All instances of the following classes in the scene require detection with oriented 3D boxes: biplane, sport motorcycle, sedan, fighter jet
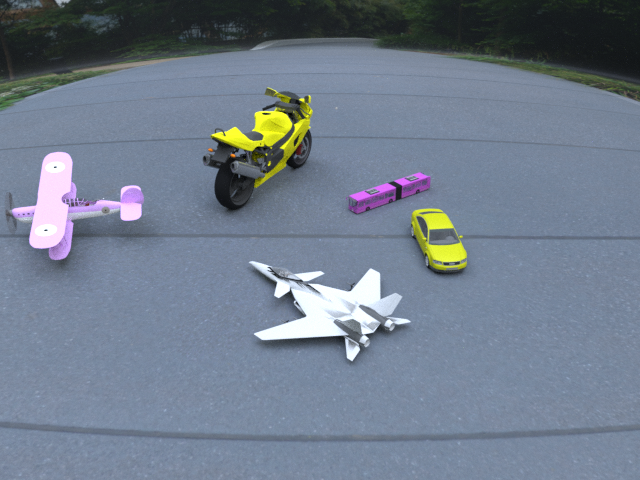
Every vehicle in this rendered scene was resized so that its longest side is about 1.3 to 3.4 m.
[{"bbox_3d":[-3.869,-0.472,11.101,2.120,0.981,2.598,-6,30,-11],"label":"biplane"},{"bbox_3d":[-0.971,-1.692,12.613,0.983,1.596,2.955,16,34,26],"label":"sport motorcycle"},{"bbox_3d":[1.839,-0.058,10.878,0.635,0.483,1.613,-3,30,-6],"label":"sedan"},{"bbox_3d":[-0.130,0.645,9.576,2.229,0.557,2.640,-26,39,-38],"label":"fighter jet"}]

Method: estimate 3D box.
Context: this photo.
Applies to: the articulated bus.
[{"bbox_3d":[1.247,-0.850,12.458,1.749,0.289,0.311,-20,35,-31],"label":"articulated bus"}]
